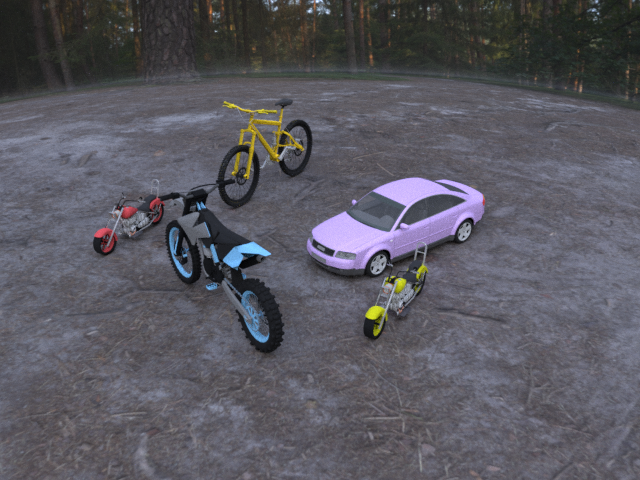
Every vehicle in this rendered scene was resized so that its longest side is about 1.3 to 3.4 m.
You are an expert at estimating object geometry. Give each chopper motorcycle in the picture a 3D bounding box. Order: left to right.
[{"bbox_3d":[-2.991,-0.372,10.990,0.466,0.761,1.563,13,29,24],"label":"chopper motorcycle"},{"bbox_3d":[0.988,0.629,8.947,0.466,0.761,1.563,16,30,29],"label":"chopper motorcycle"}]

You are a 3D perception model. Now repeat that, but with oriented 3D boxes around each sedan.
[{"bbox_3d":[1.210,-0.336,10.714,3.137,0.940,1.235,-19,32,-33],"label":"sedan"}]

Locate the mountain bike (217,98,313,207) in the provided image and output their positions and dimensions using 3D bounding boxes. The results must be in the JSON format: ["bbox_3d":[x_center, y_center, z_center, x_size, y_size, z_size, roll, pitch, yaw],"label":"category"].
[{"bbox_3d":[-0.937,-1.711,12.671,1.114,1.688,2.857,15,30,28],"label":"mountain bike"}]

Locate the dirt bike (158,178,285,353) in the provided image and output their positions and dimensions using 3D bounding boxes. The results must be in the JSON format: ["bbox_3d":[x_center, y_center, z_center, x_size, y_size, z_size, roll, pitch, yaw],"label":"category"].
[{"bbox_3d":[-1.323,0.196,8.801,1.024,1.666,2.903,-18,31,-32],"label":"dirt bike"}]
